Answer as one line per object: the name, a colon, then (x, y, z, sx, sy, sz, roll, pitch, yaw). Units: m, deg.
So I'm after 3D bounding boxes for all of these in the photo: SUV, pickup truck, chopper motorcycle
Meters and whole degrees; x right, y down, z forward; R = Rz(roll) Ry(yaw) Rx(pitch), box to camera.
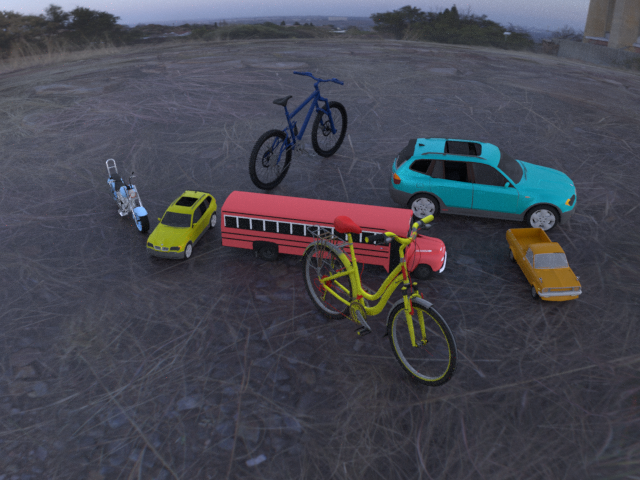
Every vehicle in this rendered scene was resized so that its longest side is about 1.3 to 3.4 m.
SUV: (-2.127, -0.272, 10.891, 0.656, 0.580, 1.572, 8, 32, 13)
pickup truck: (3.182, 0.275, 10.044, 0.640, 0.511, 1.603, -2, 31, -4)
SUV: (2.671, -0.995, 11.567, 3.058, 1.128, 1.276, 6, 31, 10)
chopper motorcycle: (-3.169, -0.737, 11.494, 0.466, 0.761, 1.563, -18, 35, -28)

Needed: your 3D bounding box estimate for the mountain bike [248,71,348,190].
mountain bike: (-0.330, -2.027, 12.749, 1.114, 1.688, 2.857, 21, 37, 31)

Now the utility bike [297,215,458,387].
utility bike: (0.683, 0.463, 8.436, 1.039, 1.839, 2.791, -23, 38, -33)

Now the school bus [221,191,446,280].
school bus: (0.207, -0.099, 10.346, 3.322, 0.844, 0.709, 7, 32, 11)
